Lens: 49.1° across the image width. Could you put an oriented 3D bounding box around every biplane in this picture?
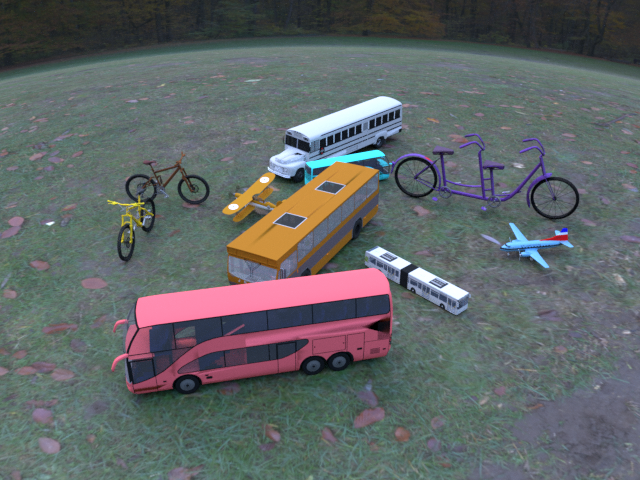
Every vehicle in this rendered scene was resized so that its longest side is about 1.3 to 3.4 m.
[{"bbox_3d":[-1.041,-0.623,11.733,1.090,0.504,1.336,17,34,27],"label":"biplane"}]

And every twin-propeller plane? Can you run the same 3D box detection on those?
[{"bbox_3d":[3.275,0.030,10.690,1.095,0.407,1.370,-4,30,-8],"label":"twin-propeller plane"}]

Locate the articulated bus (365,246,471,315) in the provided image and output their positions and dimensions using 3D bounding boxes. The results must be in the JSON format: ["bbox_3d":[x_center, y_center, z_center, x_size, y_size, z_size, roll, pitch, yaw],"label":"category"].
[{"bbox_3d":[1.339,0.550,9.902,0.311,0.289,1.749,-24,38,-36],"label":"articulated bus"}]

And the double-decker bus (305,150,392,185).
[{"bbox_3d":[0.534,-1.265,12.816,1.672,0.541,0.389,-12,32,-21],"label":"double-decker bus"}]

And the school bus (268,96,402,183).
[{"bbox_3d":[0.348,-2.037,13.859,0.709,0.844,3.322,26,38,37],"label":"school bus"}]

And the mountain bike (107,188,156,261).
[{"bbox_3d":[-2.849,-0.320,10.839,0.573,0.868,1.469,4,30,7],"label":"mountain bike"}]

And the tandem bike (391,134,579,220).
[{"bbox_3d":[2.745,-1.136,11.802,3.192,1.326,0.550,11,32,18],"label":"tandem bike"}]

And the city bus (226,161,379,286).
[{"bbox_3d":[-0.137,-0.149,10.513,0.926,0.894,3.255,15,33,24],"label":"city bus"}]

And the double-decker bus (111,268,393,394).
[{"bbox_3d":[-0.761,1.069,8.230,3.251,1.052,0.756,-7,30,-11],"label":"double-decker bus"}]

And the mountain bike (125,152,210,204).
[{"bbox_3d":[-2.642,-1.013,12.048,1.469,0.868,0.573,1,30,2],"label":"mountain bike"}]
